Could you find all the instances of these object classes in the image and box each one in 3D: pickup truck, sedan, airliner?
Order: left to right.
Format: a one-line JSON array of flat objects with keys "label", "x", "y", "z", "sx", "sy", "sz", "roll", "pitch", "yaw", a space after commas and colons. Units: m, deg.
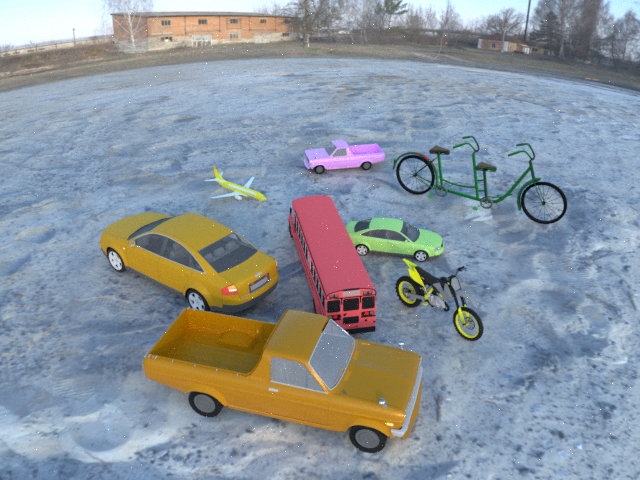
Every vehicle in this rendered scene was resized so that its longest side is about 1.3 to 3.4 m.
[{"label": "sedan", "x": -2.008, "y": 0.138, "z": 10.271, "sx": 3.137, "sy": 0.940, "sz": 1.235, "roll": 21, "pitch": 35, "yaw": 33}, {"label": "airliner", "x": -1.497, "y": -1.025, "z": 12.896, "sx": 1.307, "sy": 0.429, "sz": 1.161, "roll": 19, "pitch": 34, "yaw": 31}, {"label": "pickup truck", "x": -0.404, "y": 1.399, "z": 7.942, "sx": 3.117, "sy": 0.993, "sz": 1.244, "roll": 8, "pitch": 30, "yaw": 15}, {"label": "pickup truck", "x": 0.483, "y": -1.717, "z": 14.061, "sx": 1.603, "sy": 0.511, "sz": 0.640, "roll": -6, "pitch": 30, "yaw": -10}, {"label": "sedan", "x": 1.164, "y": -0.054, "z": 11.089, "sx": 1.613, "sy": 0.483, "sz": 0.635, "roll": 6, "pitch": 30, "yaw": 11}]

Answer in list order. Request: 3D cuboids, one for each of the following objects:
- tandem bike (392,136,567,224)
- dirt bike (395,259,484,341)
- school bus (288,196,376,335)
[{"label": "tandem bike", "x": 2.729, "y": -1.156, "z": 12.207, "sx": 3.192, "sy": 1.326, "sz": 0.550, "roll": 16, "pitch": 33, "yaw": 26}, {"label": "dirt bike", "x": 1.576, "y": 0.732, "z": 9.284, "sx": 0.527, "sy": 0.857, "sz": 1.493, "roll": -23, "pitch": 36, "yaw": -35}, {"label": "school bus", "x": 0.082, "y": 0.197, "z": 10.264, "sx": 0.709, "sy": 0.844, "sz": 3.322, "roll": -5, "pitch": 29, "yaw": -10}]
